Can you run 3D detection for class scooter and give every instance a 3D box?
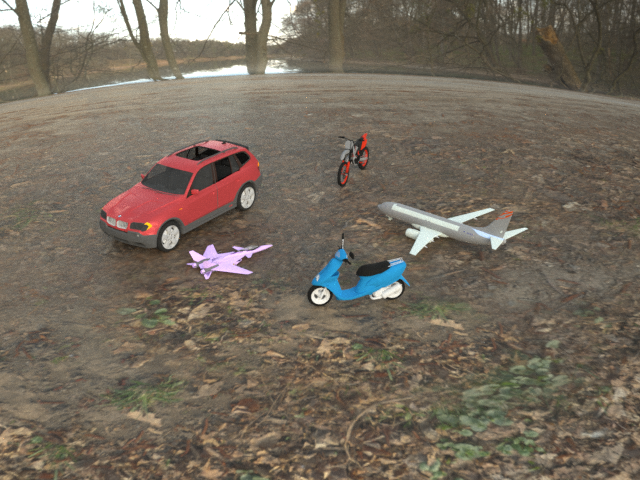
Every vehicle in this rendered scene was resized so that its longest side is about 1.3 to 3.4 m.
[{"bbox_3d":[0.520,0.435,9.323,1.399,0.919,0.662,-4,27,-9],"label":"scooter"}]

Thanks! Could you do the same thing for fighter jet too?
[{"bbox_3d":[-1.276,0.189,10.531,1.358,0.286,1.147,-19,32,-34],"label":"fighter jet"}]

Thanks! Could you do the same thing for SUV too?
[{"bbox_3d":[-2.245,-0.842,11.664,1.276,1.128,3.058,16,31,30],"label":"SUV"}]

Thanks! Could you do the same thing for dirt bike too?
[{"bbox_3d":[0.663,-1.615,13.530,0.527,0.857,1.493,12,29,22],"label":"dirt bike"}]

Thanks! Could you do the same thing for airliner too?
[{"bbox_3d":[1.916,-0.409,11.121,2.541,0.835,2.257,23,34,38],"label":"airliner"}]
